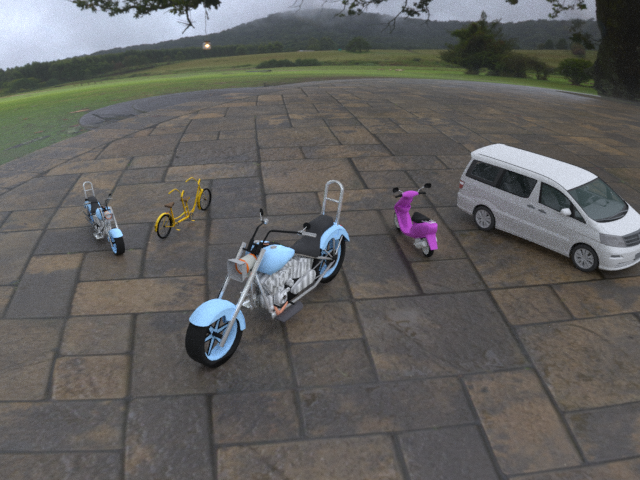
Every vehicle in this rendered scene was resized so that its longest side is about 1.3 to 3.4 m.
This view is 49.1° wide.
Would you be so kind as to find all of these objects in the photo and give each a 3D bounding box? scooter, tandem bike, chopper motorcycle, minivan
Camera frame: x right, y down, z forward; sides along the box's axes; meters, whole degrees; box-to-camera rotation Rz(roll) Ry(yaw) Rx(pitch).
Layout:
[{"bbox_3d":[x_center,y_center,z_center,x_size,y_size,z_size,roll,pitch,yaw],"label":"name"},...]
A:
[{"bbox_3d":[1.477,-0.367,10.900,0.662,0.919,1.399,-9,27,-17],"label":"scooter"},{"bbox_3d":[-2.253,-0.578,11.598,0.283,0.682,1.642,11,28,21],"label":"tandem bike"},{"bbox_3d":[-3.425,-0.353,11.051,0.466,0.761,1.563,-16,30,-29],"label":"chopper motorcycle"},{"bbox_3d":[3.631,-0.566,10.989,1.324,1.197,3.011,-20,33,-35],"label":"minivan"},{"bbox_3d":[-0.570,0.344,8.817,0.906,1.480,3.040,17,31,31],"label":"chopper motorcycle"}]
